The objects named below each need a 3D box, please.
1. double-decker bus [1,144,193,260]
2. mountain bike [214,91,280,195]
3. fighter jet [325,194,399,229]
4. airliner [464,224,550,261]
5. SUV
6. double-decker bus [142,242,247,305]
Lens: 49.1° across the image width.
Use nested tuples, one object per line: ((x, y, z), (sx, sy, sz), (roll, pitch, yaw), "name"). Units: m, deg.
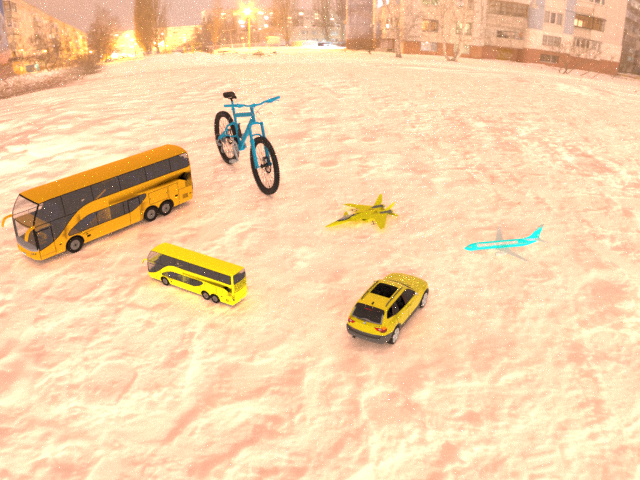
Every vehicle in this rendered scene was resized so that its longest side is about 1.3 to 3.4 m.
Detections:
((-3.559, -0.664, 11.645), (0.756, 1.052, 3.251), (22, 35, 35), "double-decker bus")
((-1.473, -1.995, 13.476), (1.114, 1.688, 2.857), (-15, 31, -26), "mountain bike")
((0.655, -0.456, 12.070), (1.358, 0.286, 1.147), (-16, 32, -28), "fighter jet")
((2.925, -0.019, 11.093), (1.307, 0.429, 1.161), (-4, 28, -8), "airliner")
((0.930, 0.817, 9.355), (0.656, 0.580, 1.572), (15, 31, 26), "SUV")
((-1.805, 0.465, 10.060), (1.672, 0.541, 0.389), (16, 32, 27), "double-decker bus")
